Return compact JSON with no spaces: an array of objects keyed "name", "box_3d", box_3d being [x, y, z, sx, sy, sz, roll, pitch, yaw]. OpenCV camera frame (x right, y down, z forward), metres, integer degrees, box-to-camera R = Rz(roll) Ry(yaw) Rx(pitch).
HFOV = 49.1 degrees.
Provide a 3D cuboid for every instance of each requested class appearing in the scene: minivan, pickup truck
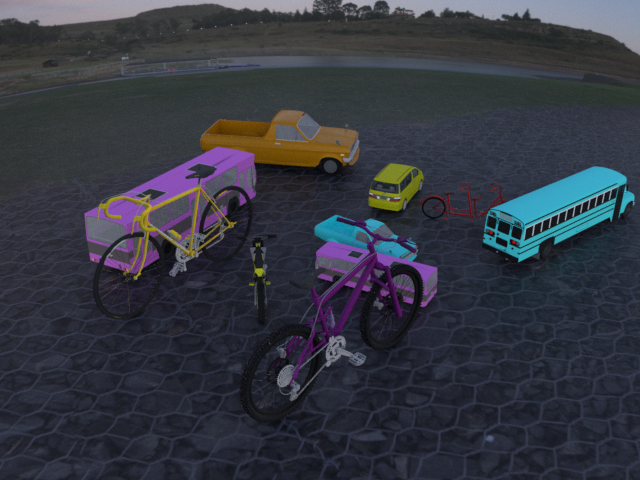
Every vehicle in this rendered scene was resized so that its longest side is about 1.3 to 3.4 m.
[{"name":"minivan","box_3d":[1.379,-1.017,12.425,0.681,0.616,1.548,12,29,21]},{"name":"pickup truck","box_3d":[-0.773,-2.029,13.993,3.117,0.993,1.244,5,28,10]},{"name":"pickup truck","box_3d":[0.682,-0.027,10.600,1.603,0.511,0.640,20,33,34]}]

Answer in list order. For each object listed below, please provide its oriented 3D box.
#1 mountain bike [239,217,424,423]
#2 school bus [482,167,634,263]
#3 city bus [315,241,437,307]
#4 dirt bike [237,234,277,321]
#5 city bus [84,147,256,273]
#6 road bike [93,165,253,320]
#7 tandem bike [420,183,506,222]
[{"name":"mountain bike","box_3d":[0.243,0.823,7.640,1.114,1.688,2.857,24,36,39]},{"name":"school bus","box_3d":[3.924,-0.481,11.122,3.322,0.844,0.709,-20,33,-34]},{"name":"city bus","box_3d":[0.760,0.471,9.679,1.674,0.460,0.476,14,30,26]},{"name":"dirt bike","box_3d":[-0.823,0.399,9.384,0.527,0.857,1.493,-3,27,-5]},{"name":"city bus","box_3d":[-2.232,-0.536,11.175,0.926,0.894,3.255,14,30,25]},{"name":"road bike","box_3d":[-1.894,-0.107,9.497,0.697,1.656,3.004,17,32,30]},{"name":"tandem bike","box_3d":[2.484,-0.622,11.578,1.642,0.682,0.283,4,27,8]}]
